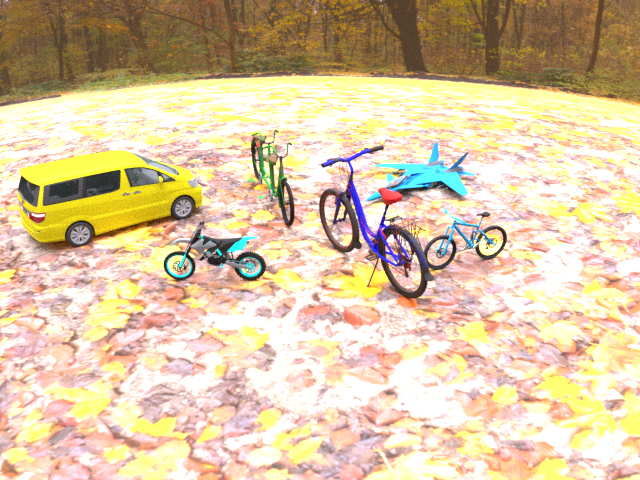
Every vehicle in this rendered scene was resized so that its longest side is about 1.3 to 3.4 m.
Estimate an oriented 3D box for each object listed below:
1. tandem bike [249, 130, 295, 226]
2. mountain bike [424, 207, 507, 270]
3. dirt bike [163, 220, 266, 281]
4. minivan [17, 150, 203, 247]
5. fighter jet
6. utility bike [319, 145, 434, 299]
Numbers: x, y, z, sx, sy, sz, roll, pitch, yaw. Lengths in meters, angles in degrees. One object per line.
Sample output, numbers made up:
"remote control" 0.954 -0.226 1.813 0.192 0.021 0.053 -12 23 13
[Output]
"tandem bike" -0.909 -1.359 12.799 0.550 1.326 3.192 -8 27 -15
"mountain bike" 2.216 -0.029 10.567 1.469 0.868 0.573 -10 28 -20
"dirt bike" -1.532 0.207 10.092 1.493 0.857 0.527 0 26 0
"minivan" -3.490 -0.846 11.884 3.011 1.197 1.324 -18 31 -33
"fighter jet" 1.772 -1.251 13.459 2.640 0.557 2.229 -23 34 -38
"utility bike" 0.647 -0.304 10.022 1.039 1.839 2.791 -15 30 -28
